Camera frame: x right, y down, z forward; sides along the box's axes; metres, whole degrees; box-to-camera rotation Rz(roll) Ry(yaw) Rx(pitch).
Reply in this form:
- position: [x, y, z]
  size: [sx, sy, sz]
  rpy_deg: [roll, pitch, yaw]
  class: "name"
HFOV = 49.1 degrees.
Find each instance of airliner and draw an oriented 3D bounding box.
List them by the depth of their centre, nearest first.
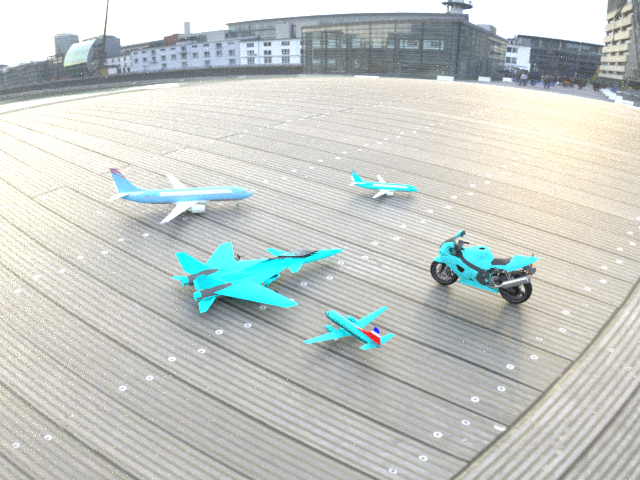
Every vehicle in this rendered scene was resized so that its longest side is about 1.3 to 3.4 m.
- position: [-2.500, -0.976, 12.675]
  size: [2.541, 0.835, 2.257]
  rpy_deg: [-4, 26, -8]
  class: "airliner"
- position: [1.226, -1.110, 13.409]
  size: [1.307, 0.429, 1.161]
  rpy_deg: [4, 26, 8]
  class: "airliner"

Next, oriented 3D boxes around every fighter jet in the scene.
- position: [-0.766, 0.303, 10.381]
  size: [2.640, 0.557, 2.229]
  rpy_deg: [-15, 30, -27]
  class: "fighter jet"

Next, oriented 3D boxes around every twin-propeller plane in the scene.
- position: [0.411, 1.092, 8.941]
  size: [1.370, 0.407, 1.095]
  rpy_deg: [-19, 32, -33]
  class: "twin-propeller plane"

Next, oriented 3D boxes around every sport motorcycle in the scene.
- position: [2.287, 0.399, 9.884]
  size: [1.520, 0.821, 0.506]
  rpy_deg: [14, 29, 26]
  class: "sport motorcycle"
